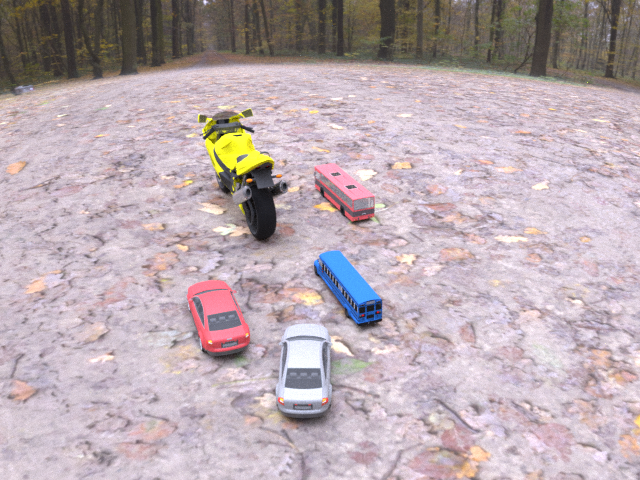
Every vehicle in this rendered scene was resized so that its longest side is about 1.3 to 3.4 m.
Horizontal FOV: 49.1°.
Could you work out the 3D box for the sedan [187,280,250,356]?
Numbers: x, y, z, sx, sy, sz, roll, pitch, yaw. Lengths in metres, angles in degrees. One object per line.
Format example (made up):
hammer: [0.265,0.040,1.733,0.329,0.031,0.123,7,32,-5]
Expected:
sedan: [-1.326,0.902,8.967,0.635,0.483,1.613,-9,29,-17]

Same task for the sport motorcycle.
sport motorcycle: [-1.338,-1.180,11.789,0.983,1.596,2.955,-11,29,-20]

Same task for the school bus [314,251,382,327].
school bus: [0.342,0.594,9.619,0.365,0.434,1.708,-10,29,-18]

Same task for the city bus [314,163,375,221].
city bus: [0.407,-0.842,12.372,0.476,0.460,1.674,-11,29,-20]

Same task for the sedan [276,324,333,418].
sedan: [-0.171,1.394,8.015,0.635,0.483,1.613,0,27,1]
